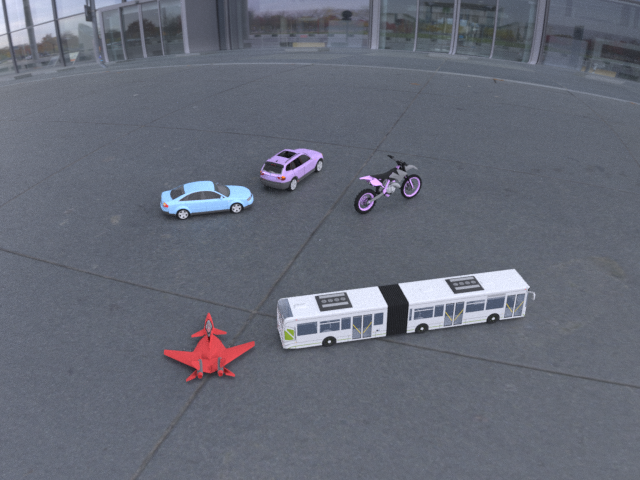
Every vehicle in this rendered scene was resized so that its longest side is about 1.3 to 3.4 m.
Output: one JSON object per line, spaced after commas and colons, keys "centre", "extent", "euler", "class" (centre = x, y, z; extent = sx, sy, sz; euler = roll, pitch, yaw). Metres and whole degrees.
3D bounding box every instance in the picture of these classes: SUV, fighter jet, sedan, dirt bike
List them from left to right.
{"centre": [-1.978, -0.755, 12.260], "extent": [1.613, 0.483, 0.635], "euler": [-7, 31, -12], "class": "sedan"}
{"centre": [-1.427, 1.263, 9.002], "extent": [1.147, 0.286, 1.358], "euler": [-4, 31, -8], "class": "fighter jet"}
{"centre": [-0.525, -1.442, 13.341], "extent": [0.656, 0.580, 1.572], "euler": [16, 34, 25], "class": "SUV"}
{"centre": [1.214, -0.985, 12.284], "extent": [1.493, 0.857, 0.527], "euler": [-18, 35, -28], "class": "dirt bike"}

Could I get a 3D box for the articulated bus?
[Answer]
{"centre": [1.143, 0.909, 9.335], "extent": [3.401, 0.561, 0.605], "euler": [-6, 31, -11], "class": "articulated bus"}
